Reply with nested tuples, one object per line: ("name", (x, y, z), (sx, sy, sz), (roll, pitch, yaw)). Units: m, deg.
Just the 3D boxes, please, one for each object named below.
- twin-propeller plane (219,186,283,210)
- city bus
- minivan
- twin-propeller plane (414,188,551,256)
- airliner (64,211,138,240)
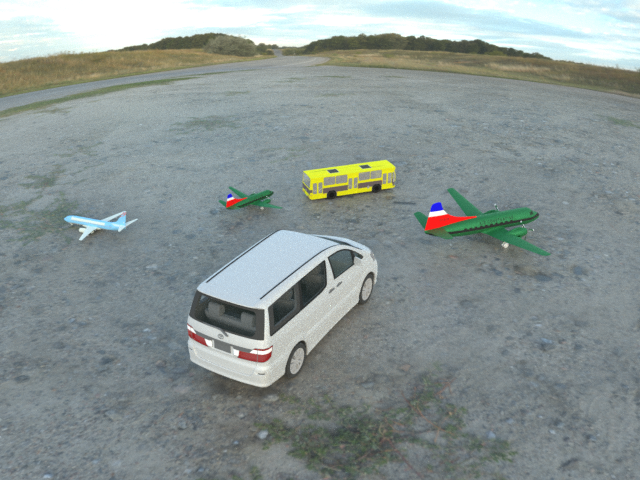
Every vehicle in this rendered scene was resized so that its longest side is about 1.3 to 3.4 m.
("twin-propeller plane", (-1.207, -0.742, 12.154), (1.370, 0.407, 1.095), (23, 35, 38))
("city bus", (0.535, -1.083, 12.768), (1.674, 0.460, 0.476), (-10, 28, -18))
("minivan", (-0.331, 0.574, 8.687), (1.324, 1.197, 3.011), (14, 30, 26))
("twin-propeller plane", (2.576, -0.358, 10.972), (2.129, 0.792, 2.663), (-10, 29, -20))
("airliner", (-3.644, -0.351, 11.358), (1.307, 0.429, 1.161), (10, 29, 20))
